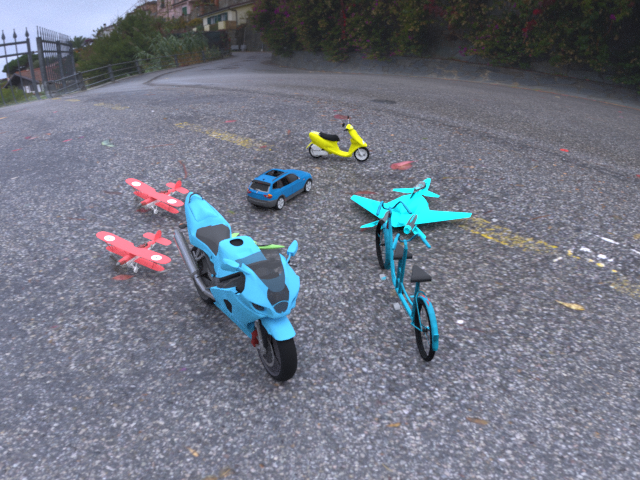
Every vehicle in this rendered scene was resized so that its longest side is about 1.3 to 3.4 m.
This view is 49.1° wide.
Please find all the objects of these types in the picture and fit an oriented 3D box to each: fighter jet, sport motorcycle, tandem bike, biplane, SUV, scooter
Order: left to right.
[{"bbox_3d":[-2.789,0.175,10.904,1.336,0.504,1.090,12,29,23],"label":"biplane"},{"bbox_3d":[-2.906,-0.797,12.833,1.336,0.504,1.090,17,31,30],"label":"biplane"},{"bbox_3d":[-1.067,0.528,8.991,0.983,1.596,2.955,-15,30,-27],"label":"sport motorcycle"},{"bbox_3d":[-1.246,0.069,11.356,1.358,0.286,1.147,-3,27,-6],"label":"fighter jet"},{"bbox_3d":[-0.747,-1.068,13.286,0.656,0.580,1.572,15,31,28],"label":"SUV"},{"bbox_3d":[0.387,-2.167,15.090,1.399,0.919,0.662,5,27,11],"label":"scooter"},{"bbox_3d":[1.139,0.373,9.598,0.550,1.326,3.192,-4,27,-7],"label":"tandem bike"},{"bbox_3d":[1.707,-0.831,12.842,2.229,0.557,2.640,10,29,19],"label":"fighter jet"}]
